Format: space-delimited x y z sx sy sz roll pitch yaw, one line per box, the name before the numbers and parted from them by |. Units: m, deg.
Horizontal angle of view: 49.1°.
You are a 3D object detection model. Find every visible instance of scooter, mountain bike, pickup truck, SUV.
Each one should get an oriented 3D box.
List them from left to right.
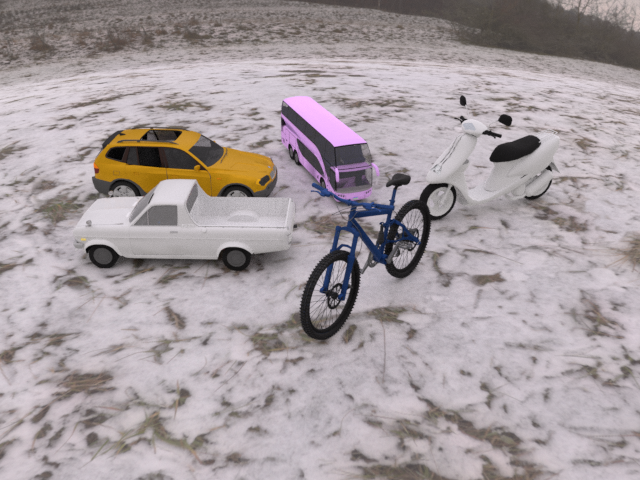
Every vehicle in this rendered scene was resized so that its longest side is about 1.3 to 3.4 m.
SUV | -2.250 -1.229 11.729 3.058 1.128 1.276 3 27 5
pickup truck | -1.903 -0.286 10.053 3.117 0.993 1.244 1 27 2
mountain bike | 0.656 0.047 8.654 1.114 1.688 2.857 19 33 32
scooter | 2.792 -1.322 11.193 2.721 1.786 1.288 -12 30 -22

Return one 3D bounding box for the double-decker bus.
double-decker bus | 0.065 -1.687 12.695 0.756 1.052 3.251 -10 29 -18
